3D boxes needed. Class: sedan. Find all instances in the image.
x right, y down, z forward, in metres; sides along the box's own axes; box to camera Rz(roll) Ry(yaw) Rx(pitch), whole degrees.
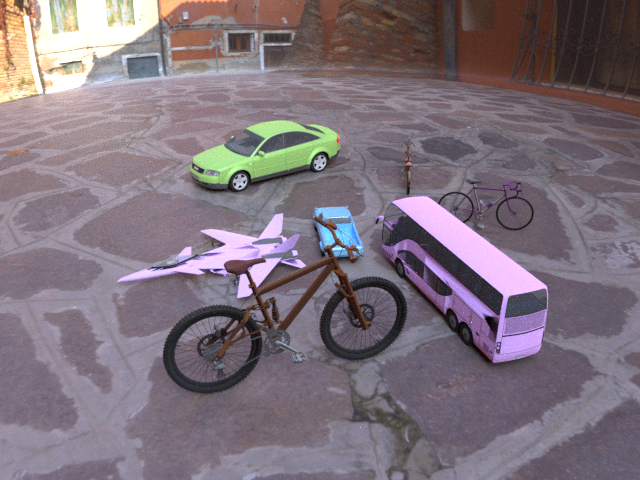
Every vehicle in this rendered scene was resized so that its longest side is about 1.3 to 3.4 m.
[{"bbox_3d":[-1.046,-1.753,13.673,3.137,0.940,1.235,-17,31,-31],"label":"sedan"}]

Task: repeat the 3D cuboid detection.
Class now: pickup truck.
[{"bbox_3d":[0.268,-0.169,10.965,0.640,0.511,1.603,-3,27,-6],"label":"pickup truck"}]

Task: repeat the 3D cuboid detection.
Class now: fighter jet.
[{"bbox_3d":[-1.612,0.209,10.151,2.640,0.557,2.229,-10,28,-19],"label":"fighter jet"}]

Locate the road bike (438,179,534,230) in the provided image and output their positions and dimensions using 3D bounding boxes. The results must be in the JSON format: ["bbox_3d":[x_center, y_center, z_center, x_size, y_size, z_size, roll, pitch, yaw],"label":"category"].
[{"bbox_3d":[2.705,-0.591,11.431,1.545,0.852,0.358,6,27,11],"label":"road bike"}]

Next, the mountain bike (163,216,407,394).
[{"bbox_3d":[-0.317,0.788,7.711,2.857,1.688,1.114,-9,28,-18],"label":"mountain bike"}]

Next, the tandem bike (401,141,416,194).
[{"bbox_3d":[1.674,-1.425,13.302,0.283,0.682,1.642,2,26,4],"label":"tandem bike"}]

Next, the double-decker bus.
[{"bbox_3d":[1.747,0.364,9.281,0.756,1.052,3.251,-10,28,-18],"label":"double-decker bus"}]
